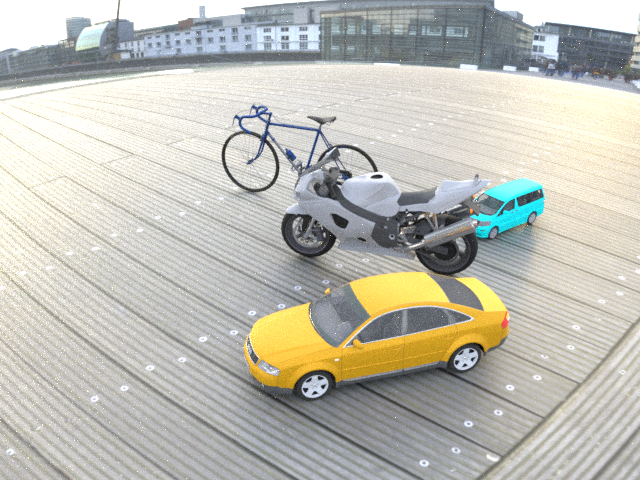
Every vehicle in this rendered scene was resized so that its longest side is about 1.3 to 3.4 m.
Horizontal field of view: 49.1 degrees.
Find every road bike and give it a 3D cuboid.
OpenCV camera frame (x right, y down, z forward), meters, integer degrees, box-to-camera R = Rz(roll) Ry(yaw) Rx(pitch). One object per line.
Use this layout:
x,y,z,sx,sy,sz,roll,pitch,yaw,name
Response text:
-0.396,-1.450,12.059,3.004,1.656,0.697,11,29,20,road bike

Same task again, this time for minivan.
2.974,-0.526,11.407,1.548,0.616,0.681,-18,33,-31,minivan

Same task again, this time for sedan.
0.670,0.980,8.152,3.137,0.940,1.235,-8,28,-14,sedan

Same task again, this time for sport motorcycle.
0.853,-0.349,10.001,2.955,1.596,0.983,7,28,13,sport motorcycle
